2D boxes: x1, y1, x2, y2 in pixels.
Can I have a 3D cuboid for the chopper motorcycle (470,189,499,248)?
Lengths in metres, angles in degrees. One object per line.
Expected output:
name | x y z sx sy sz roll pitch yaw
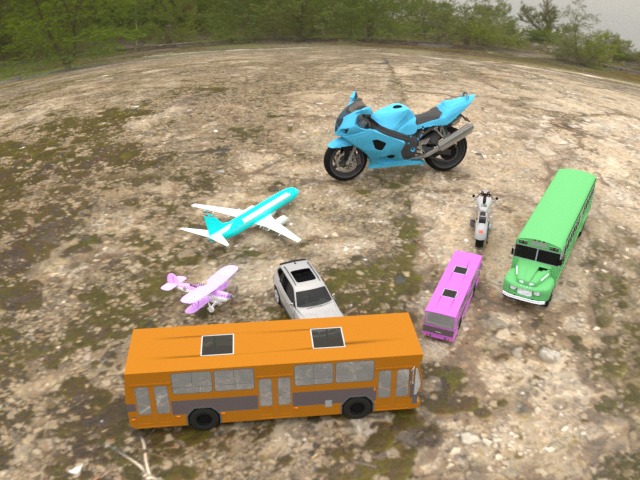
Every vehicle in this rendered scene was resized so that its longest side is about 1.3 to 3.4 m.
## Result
chopper motorcycle | 2.703 -0.480 11.585 0.466 0.761 1.563 7 31 12

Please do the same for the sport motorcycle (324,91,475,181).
sport motorcycle | 1.507 -1.977 13.339 2.955 1.596 0.983 -7 31 -12

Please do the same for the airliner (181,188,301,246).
airliner | -1.099 -0.577 11.678 2.257 0.835 2.541 18 35 29

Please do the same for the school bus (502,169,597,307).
school bus | 3.608 -0.115 10.871 0.709 0.844 3.322 15 33 24

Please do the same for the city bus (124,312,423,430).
city bus | -0.509 1.511 8.009 3.255 0.894 0.926 -3 30 -5

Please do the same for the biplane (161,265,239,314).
biplane | -1.660 0.693 9.812 1.090 0.504 1.336 11 32 19

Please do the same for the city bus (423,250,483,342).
city bus | 1.861 0.766 9.731 0.476 0.460 1.674 12 32 20

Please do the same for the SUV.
SUV | -0.165 0.805 9.543 0.656 0.580 1.572 -11 32 -18
